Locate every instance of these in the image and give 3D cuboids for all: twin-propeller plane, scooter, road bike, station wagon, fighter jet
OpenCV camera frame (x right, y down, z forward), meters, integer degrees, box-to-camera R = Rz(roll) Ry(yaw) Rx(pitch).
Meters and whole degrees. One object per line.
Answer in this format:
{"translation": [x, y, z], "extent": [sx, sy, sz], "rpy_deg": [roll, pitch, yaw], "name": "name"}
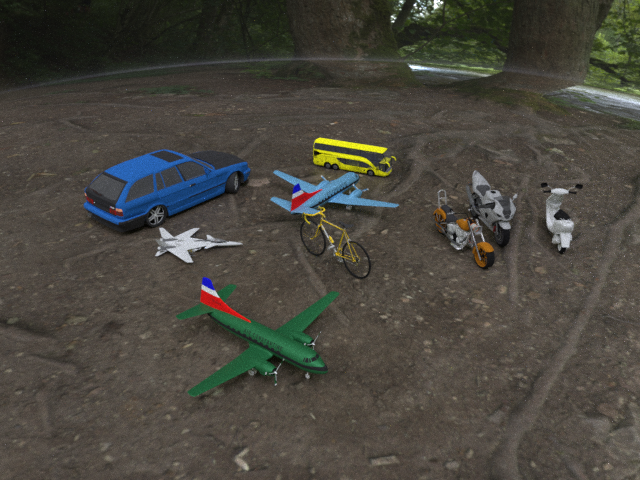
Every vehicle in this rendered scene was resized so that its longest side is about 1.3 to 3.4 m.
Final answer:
{"translation": [0.122, -0.915, 12.377], "extent": [2.663, 0.792, 2.129], "rpy_deg": [18, 33, 30], "name": "twin-propeller plane"}
{"translation": [3.879, -0.429, 11.341], "extent": [0.662, 0.919, 1.399], "rpy_deg": [3, 28, 5], "name": "scooter"}
{"translation": [0.212, 0.019, 10.579], "extent": [0.358, 0.852, 1.545], "rpy_deg": [-24, 36, -37], "name": "road bike"}
{"translation": [-2.657, -1.109, 12.601], "extent": [1.327, 0.920, 3.105], "rpy_deg": [22, 35, 35], "name": "station wagon"}
{"translation": [-0.746, 1.094, 8.646], "extent": [2.129, 0.792, 2.663], "rpy_deg": [21, 34, 33], "name": "twin-propeller plane"}
{"translation": [-1.922, 0.007, 11.198], "extent": [1.358, 0.286, 1.147], "rpy_deg": [-2, 28, -3], "name": "fighter jet"}

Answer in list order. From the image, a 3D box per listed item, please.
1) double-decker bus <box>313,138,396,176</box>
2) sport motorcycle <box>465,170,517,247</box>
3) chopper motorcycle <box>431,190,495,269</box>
{"translation": [0.670, -1.651, 14.009], "extent": [1.672, 0.541, 0.389], "rpy_deg": [12, 31, 21], "name": "double-decker bus"}
{"translation": [2.829, -0.534, 11.638], "extent": [0.506, 0.821, 1.520], "rpy_deg": [-5, 29, -9], "name": "sport motorcycle"}
{"translation": [2.263, -0.183, 11.050], "extent": [0.466, 0.761, 1.563], "rpy_deg": [-12, 30, -20], "name": "chopper motorcycle"}
